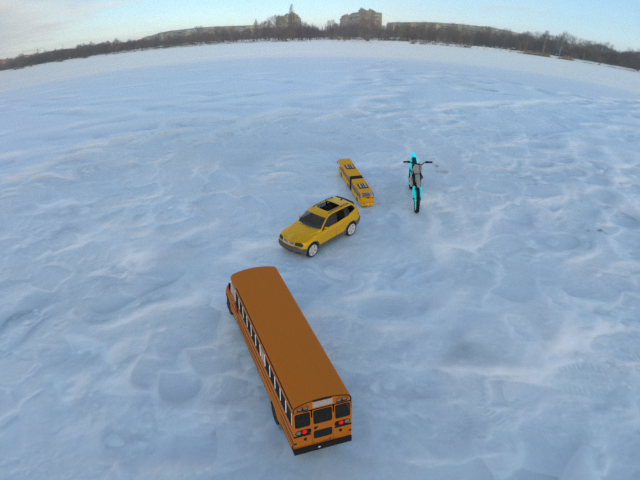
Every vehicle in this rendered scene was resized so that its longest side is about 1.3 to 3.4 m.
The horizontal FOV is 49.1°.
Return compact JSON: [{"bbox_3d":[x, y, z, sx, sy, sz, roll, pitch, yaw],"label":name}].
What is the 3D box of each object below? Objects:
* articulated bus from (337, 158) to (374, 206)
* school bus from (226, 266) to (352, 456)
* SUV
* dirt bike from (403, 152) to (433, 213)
[{"bbox_3d":[0.683,-1.135,13.553,0.311,0.289,1.749,-6,30,-11],"label":"articulated bus"},{"bbox_3d":[-0.522,1.243,8.719,0.709,0.844,3.322,-10,31,-17],"label":"school bus"},{"bbox_3d":[0.005,-0.263,11.689,0.656,0.580,1.572,24,37,36],"label":"SUV"},{"bbox_3d":[1.769,-1.131,12.961,0.527,0.857,1.493,1,29,2],"label":"dirt bike"}]
